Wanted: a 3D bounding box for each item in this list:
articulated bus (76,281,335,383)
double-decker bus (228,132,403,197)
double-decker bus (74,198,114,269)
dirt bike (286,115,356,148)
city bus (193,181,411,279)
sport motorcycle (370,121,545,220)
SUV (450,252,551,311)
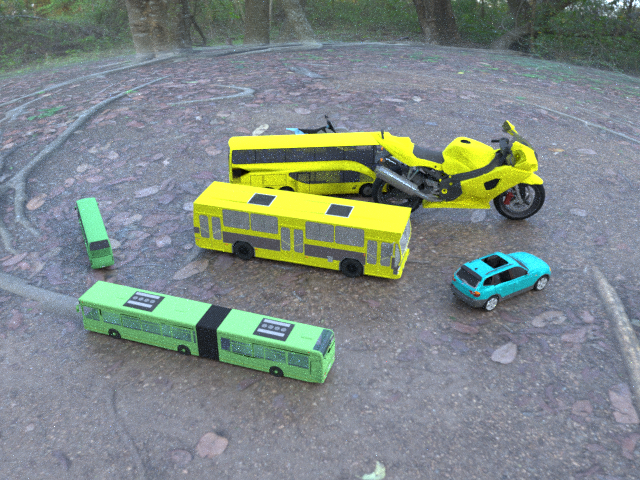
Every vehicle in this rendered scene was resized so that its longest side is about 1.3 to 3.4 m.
[{"bbox_3d":[-1.496,1.138,8.908,3.401,0.561,0.605,10,32,16],"label":"articulated bus"},{"bbox_3d":[-0.009,-1.343,12.591,3.251,1.052,0.756,-3,31,-4],"label":"double-decker bus"},{"bbox_3d":[-3.585,-0.151,11.090,0.389,0.541,1.672,-12,33,-20],"label":"double-decker bus"},{"bbox_3d":[-0.016,-1.976,13.842,1.493,0.857,0.527,-4,31,-6],"label":"dirt bike"},{"bbox_3d":[-0.282,-0.141,10.728,3.255,0.894,0.926,9,32,14],"label":"city bus"},{"bbox_3d":[2.291,-1.084,11.625,2.955,1.596,0.983,2,31,4],"label":"sport motorcycle"},{"bbox_3d":[2.599,0.486,9.984,1.572,0.580,0.656,-17,35,-26],"label":"SUV"}]
